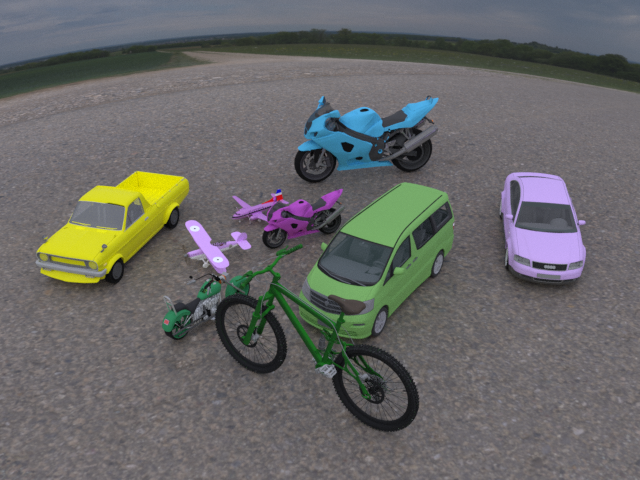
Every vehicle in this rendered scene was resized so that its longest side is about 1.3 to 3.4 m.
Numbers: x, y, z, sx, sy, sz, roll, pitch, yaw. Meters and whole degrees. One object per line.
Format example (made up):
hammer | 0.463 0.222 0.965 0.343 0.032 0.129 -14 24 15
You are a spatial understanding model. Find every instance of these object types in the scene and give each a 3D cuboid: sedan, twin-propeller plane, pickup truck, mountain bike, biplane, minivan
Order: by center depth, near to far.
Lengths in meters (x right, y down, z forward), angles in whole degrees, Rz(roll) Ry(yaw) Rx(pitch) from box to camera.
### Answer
mountain bike | -0.128 1.138 8.055 2.857 1.688 1.114 18 34 30
minivan | 0.889 0.225 10.215 1.324 1.197 3.011 18 34 29
biplane | -1.636 0.137 11.089 1.090 0.504 1.336 -16 33 -27
pickup truck | -3.304 -0.381 11.522 1.244 0.993 3.117 8 30 14
sedan | 3.644 -0.364 11.546 1.235 0.940 3.137 5 29 9
twin-propeller plane | -1.111 -0.605 12.534 1.095 0.407 1.370 -20 35 -32

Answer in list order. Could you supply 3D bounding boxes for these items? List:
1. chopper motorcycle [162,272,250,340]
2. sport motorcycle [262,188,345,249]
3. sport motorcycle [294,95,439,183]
chopper motorcycle | -1.545 0.788 9.646 0.466 0.761 1.563 20 35 32
sport motorcycle | -0.279 -0.364 11.668 1.520 0.821 0.506 -16 33 -26
sport motorcycle | 0.920 -1.999 13.827 2.955 1.596 0.983 -8 30 -14
